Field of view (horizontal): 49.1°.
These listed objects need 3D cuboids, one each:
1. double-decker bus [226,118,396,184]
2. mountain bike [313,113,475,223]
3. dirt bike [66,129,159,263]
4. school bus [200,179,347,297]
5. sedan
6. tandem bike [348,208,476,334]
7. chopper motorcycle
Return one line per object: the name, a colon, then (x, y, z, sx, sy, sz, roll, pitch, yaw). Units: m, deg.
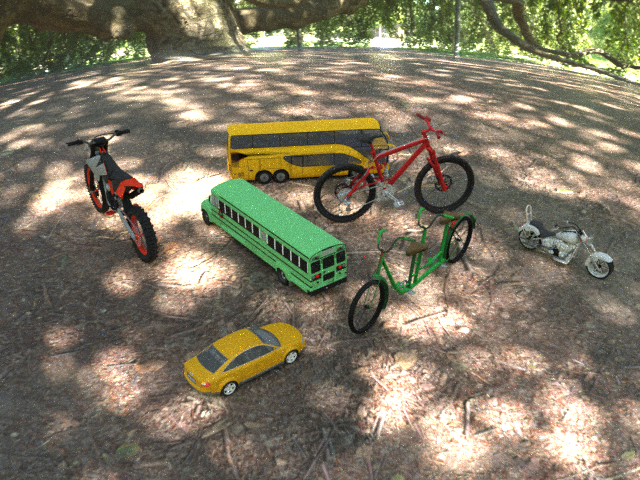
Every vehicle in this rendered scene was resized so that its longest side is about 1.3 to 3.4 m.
double-decker bus: (-0.170, -1.748, 13.559, 3.251, 1.052, 0.756, -4, 30, -7)
mountain bike: (1.292, -1.130, 11.848, 2.857, 1.688, 1.114, -6, 30, -9)
dirt bike: (-3.340, -0.821, 11.333, 1.024, 1.666, 2.903, -19, 35, -30)
school bus: (-0.868, -0.178, 11.042, 0.709, 0.844, 3.322, -21, 36, -32)
sedan: (-0.905, 1.391, 8.678, 1.613, 0.483, 0.635, -22, 36, -33)
tandem bike: (1.407, 0.194, 9.912, 0.550, 1.326, 3.192, 23, 37, 34)
chopper motorcycle: (3.777, 0.023, 10.776, 1.563, 0.761, 0.466, 26, 39, 37)
